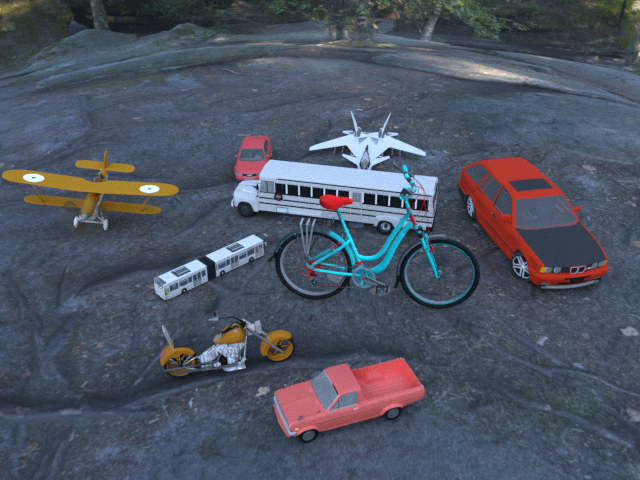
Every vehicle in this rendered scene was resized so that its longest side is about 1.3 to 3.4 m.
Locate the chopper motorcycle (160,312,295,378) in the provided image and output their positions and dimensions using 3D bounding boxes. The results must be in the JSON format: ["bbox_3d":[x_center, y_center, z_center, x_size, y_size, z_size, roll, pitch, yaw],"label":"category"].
[{"bbox_3d":[-1.061,1.187,8.082,1.563,0.761,0.466,-8,32,-14],"label":"chopper motorcycle"}]

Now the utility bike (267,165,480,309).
[{"bbox_3d":[0.691,-0.015,9.057,2.791,1.839,1.039,4,31,7],"label":"utility bike"}]

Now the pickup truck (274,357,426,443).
[{"bbox_3d":[0.314,1.650,7.545,1.603,0.511,0.640,-10,32,-17],"label":"pickup truck"}]

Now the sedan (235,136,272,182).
[{"bbox_3d":[-1.232,-1.559,13.002,0.635,0.483,1.613,0,31,1],"label":"sedan"}]

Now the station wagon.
[{"bbox_3d":[3.157,-0.405,10.620,1.327,0.920,3.105,-6,31,-10],"label":"station wagon"}]

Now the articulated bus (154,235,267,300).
[{"bbox_3d":[-1.528,0.367,9.933,1.749,0.289,0.311,-26,39,-36],"label":"articulated bus"}]

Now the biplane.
[{"bbox_3d":[-3.548,-0.811,11.247,2.598,0.981,2.120,-3,31,-4],"label":"biplane"}]

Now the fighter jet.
[{"bbox_3d":[0.881,-1.717,13.197,2.229,0.557,2.640,3,31,6],"label":"fighter jet"}]

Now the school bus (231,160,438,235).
[{"bbox_3d":[0.193,-0.716,11.220,3.322,0.844,0.709,7,31,12],"label":"school bus"}]
